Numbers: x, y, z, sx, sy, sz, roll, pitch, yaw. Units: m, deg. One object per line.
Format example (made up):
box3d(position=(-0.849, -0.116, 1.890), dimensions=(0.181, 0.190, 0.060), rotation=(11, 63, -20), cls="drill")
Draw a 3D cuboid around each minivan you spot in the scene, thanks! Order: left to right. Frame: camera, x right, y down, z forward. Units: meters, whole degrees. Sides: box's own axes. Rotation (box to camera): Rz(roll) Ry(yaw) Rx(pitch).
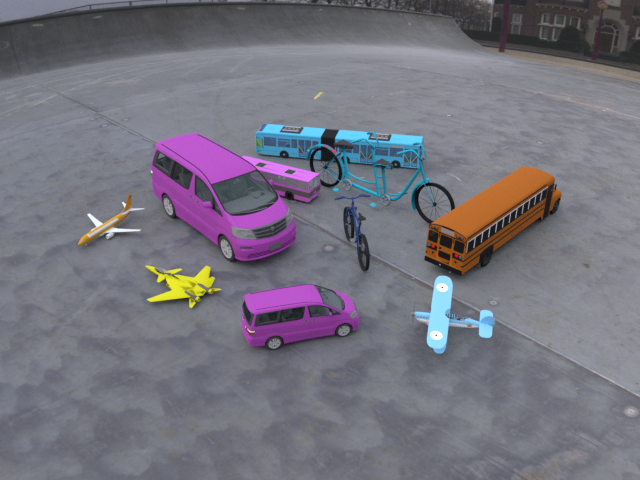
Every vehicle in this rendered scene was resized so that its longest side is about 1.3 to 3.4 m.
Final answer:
box3d(position=(-1.637, -0.758, 11.541), dimensions=(1.324, 1.197, 3.011), rotation=(-23, 37, -33), cls="minivan")
box3d(position=(-0.248, 0.951, 9.199), dimensions=(1.548, 0.616, 0.681), rotation=(-9, 31, -14), cls="minivan")

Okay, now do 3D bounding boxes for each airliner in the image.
box3d(position=(-3.520, -0.318, 11.548), dimensions=(1.161, 0.429, 1.307), rotation=(16, 34, 25), cls="airliner")

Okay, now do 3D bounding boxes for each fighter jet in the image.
box3d(position=(-2.128, 0.533, 10.238), dimensions=(1.358, 0.286, 1.147), rotation=(22, 37, 33), cls="fighter jet")

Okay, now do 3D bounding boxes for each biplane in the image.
box3d(position=(1.717, 1.056, 9.130), dimensions=(1.090, 0.504, 1.336), rotation=(6, 31, 11), cls="biplane")

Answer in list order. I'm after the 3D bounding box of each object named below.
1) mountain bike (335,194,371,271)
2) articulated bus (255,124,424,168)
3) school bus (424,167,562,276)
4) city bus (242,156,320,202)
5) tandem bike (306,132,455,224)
box3d(position=(0.562, -0.171, 10.865), dimensions=(0.573, 0.868, 1.469), rotation=(-6, 31, -10), cls="mountain bike")
box3d(position=(0.395, -1.899, 14.116), dimensions=(3.401, 0.561, 0.605), rotation=(6, 31, 11), cls="articulated bus")
box3d(position=(2.934, -0.422, 11.316), dimensions=(0.709, 0.844, 3.322), rotation=(25, 38, 36), cls="school bus")
box3d(position=(-0.818, -1.111, 12.872), dimensions=(1.674, 0.460, 0.476), rotation=(16, 34, 25), cls="city bus")
box3d(position=(0.981, -1.218, 12.197), dimensions=(3.192, 1.326, 0.550), rotation=(23, 37, 34), cls="tandem bike")
